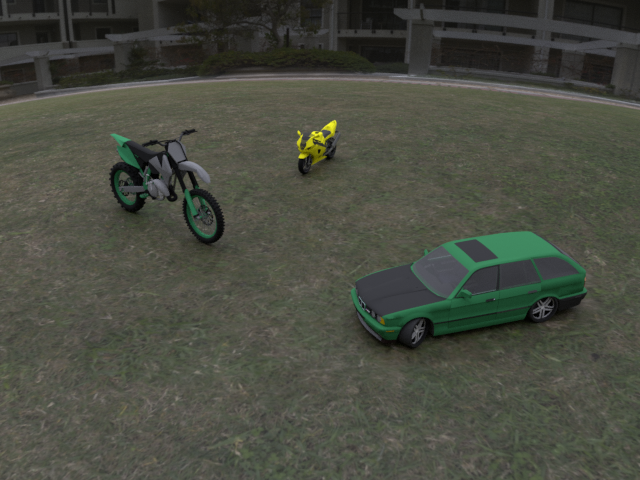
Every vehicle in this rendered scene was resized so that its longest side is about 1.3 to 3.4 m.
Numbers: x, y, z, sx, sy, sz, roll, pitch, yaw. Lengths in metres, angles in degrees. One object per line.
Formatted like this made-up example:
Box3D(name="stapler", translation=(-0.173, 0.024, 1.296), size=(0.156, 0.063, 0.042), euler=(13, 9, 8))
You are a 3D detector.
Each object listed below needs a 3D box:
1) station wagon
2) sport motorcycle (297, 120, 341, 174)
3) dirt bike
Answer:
Box3D(name="station wagon", translation=(1.959, 0.545, 9.278), size=(3.105, 0.920, 1.327), euler=(-8, 27, -16))
Box3D(name="sport motorcycle", translation=(-0.046, -1.927, 14.426), size=(0.506, 0.821, 1.520), euler=(13, 29, 25))
Box3D(name="dirt bike", translation=(-2.609, -0.994, 11.567), size=(2.903, 1.666, 1.024), euler=(20, 33, 35))
